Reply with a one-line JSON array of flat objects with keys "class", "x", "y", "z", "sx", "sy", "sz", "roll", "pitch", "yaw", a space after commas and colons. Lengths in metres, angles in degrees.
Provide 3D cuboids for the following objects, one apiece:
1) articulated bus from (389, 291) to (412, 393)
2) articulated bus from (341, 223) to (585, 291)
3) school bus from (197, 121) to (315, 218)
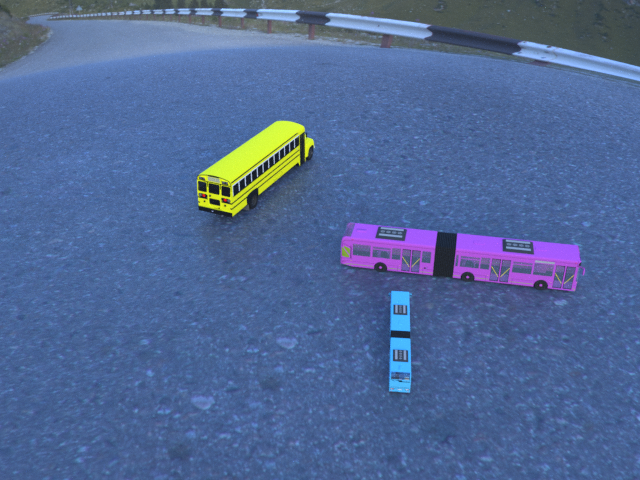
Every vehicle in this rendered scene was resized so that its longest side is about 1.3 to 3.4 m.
[{"class": "articulated bus", "x": 0.999, "y": 1.222, "z": 8.742, "sx": 0.311, "sy": 0.289, "sz": 1.749, "roll": 3, "pitch": 30, "yaw": 5}, {"class": "articulated bus", "x": 2.012, "y": 0.234, "z": 10.183, "sx": 3.401, "sy": 0.561, "sz": 0.605, "roll": 6, "pitch": 30, "yaw": 10}, {"class": "school bus", "x": -1.043, "y": -1.406, "z": 12.747, "sx": 0.709, "sy": 0.844, "sz": 3.322, "roll": 13, "pitch": 32, "yaw": 21}]
